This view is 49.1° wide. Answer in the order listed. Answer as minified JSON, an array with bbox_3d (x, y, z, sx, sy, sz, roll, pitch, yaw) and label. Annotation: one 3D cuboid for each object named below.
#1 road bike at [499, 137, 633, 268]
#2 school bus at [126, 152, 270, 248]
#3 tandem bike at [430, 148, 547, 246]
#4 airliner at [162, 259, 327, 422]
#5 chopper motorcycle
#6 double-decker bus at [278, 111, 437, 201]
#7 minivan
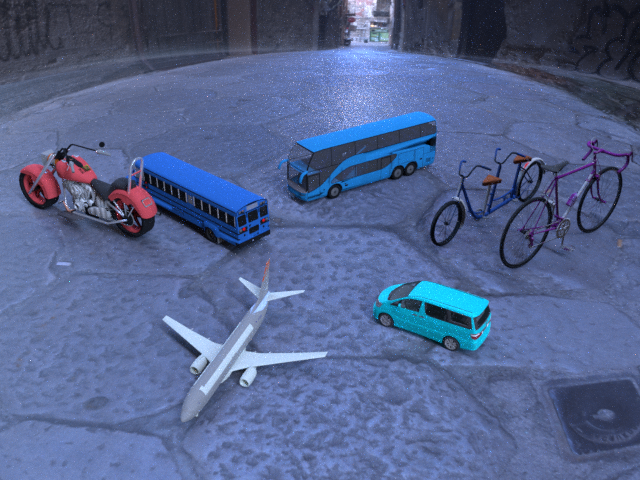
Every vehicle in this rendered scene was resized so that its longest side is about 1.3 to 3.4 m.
[{"bbox_3d":[3.826,-0.590,10.819,3.004,1.656,0.697,-20,36,-31],"label":"road bike"},{"bbox_3d":[-2.221,-0.773,11.954,3.322,0.844,0.709,25,38,37],"label":"school bus"},{"bbox_3d":[2.905,-0.897,11.686,3.192,1.326,0.550,-24,38,-36],"label":"tandem bike"},{"bbox_3d":[-1.081,1.182,8.552,2.257,0.835,2.541,10,31,17],"label":"airliner"},{"bbox_3d":[-3.956,-0.958,11.637,3.040,1.480,0.906,16,34,26],"label":"chopper motorcycle"},{"bbox_3d":[0.793,-1.579,13.152,3.251,1.052,0.756,-18,35,-29],"label":"double-decker bus"},{"bbox_3d":[1.455,0.917,9.235,1.548,0.616,0.681,18,34,28],"label":"minivan"}]
